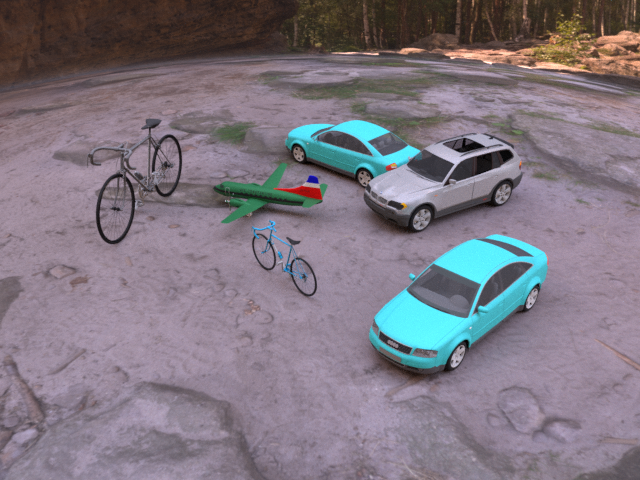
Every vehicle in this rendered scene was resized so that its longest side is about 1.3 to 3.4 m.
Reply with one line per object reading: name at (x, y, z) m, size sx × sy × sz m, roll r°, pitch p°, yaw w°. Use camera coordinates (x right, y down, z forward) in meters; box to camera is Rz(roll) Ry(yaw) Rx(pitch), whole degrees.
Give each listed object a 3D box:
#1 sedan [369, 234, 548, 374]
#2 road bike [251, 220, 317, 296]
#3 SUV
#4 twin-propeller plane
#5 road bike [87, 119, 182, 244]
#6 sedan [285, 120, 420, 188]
sedan at (1.938, 0.694, 9.442) m, size 1.235 × 0.940 × 3.137 m, roll 25°, pitch 38°, yaw 37°
road bike at (-0.549, 0.247, 10.335) m, size 0.358 × 0.852 × 1.545 m, roll -23°, pitch 36°, yaw -35°
SUV at (2.239, -1.126, 12.518) m, size 3.058 × 1.128 × 1.276 m, roll -17°, pitch 33°, yaw -28°
twin-propeller plane at (-0.956, -0.903, 12.463) m, size 2.129 × 0.792 × 2.663 m, roll 10°, pitch 31°, yaw 17°
road bike at (-3.061, -1.153, 12.024) m, size 0.696 × 1.656 × 3.004 m, roll 8°, pitch 30°, yaw 13°
sedan at (0.611, -1.897, 14.096) m, size 3.137 × 0.940 × 1.235 m, roll 25°, pitch 37°, yaw 37°
